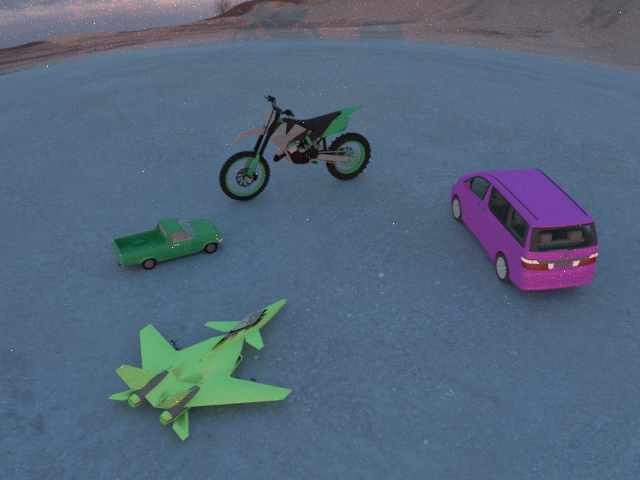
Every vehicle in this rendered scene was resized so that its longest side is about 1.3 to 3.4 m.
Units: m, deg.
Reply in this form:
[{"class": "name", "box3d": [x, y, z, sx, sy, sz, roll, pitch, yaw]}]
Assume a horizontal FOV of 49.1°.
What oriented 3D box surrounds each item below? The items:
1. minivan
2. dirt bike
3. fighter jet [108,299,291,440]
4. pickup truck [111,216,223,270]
[{"class": "minivan", "box3d": [2.971, -0.414, 10.575, 1.324, 1.197, 3.011, -6, 31, -9]}, {"class": "dirt bike", "box3d": [-0.379, -1.618, 12.142, 2.903, 1.666, 1.024, -14, 33, -22]}, {"class": "fighter jet", "box3d": [-1.184, 1.220, 8.451, 2.229, 0.557, 2.640, 19, 35, 28]}, {"class": "pickup truck", "box3d": [-2.299, -0.008, 10.564, 1.603, 0.511, 0.640, -15, 34, -24]}]
